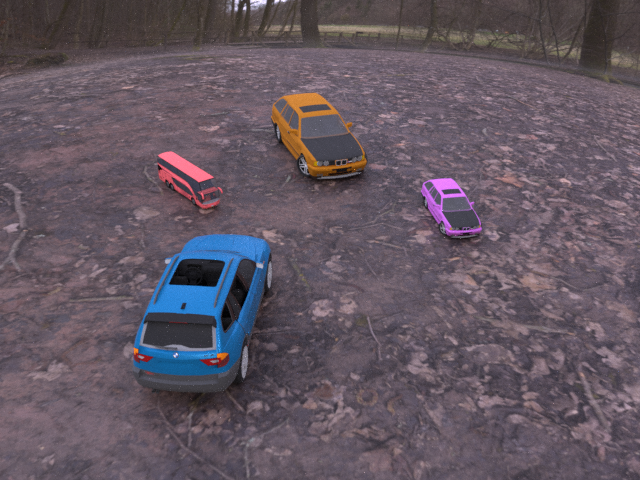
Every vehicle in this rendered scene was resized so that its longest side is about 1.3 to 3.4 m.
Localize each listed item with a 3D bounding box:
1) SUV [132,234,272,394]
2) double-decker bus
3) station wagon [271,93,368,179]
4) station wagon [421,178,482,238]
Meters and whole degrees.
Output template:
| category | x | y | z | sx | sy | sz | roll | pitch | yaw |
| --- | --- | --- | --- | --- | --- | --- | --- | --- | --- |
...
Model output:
| category | x | y | z | sx | sy | sz | roll | pitch | yaw |
| --- | --- | --- | --- | --- | --- | --- | --- | --- | --- |
| SUV | -1.379 | 0.661 | 8.707 | 1.276 | 1.128 | 3.058 | 3 | 30 | 5 |
| double-decker bus | -2.321 | -1.051 | 12.318 | 0.389 | 0.541 | 1.672 | -22 | 36 | -33 |
| station wagon | -0.077 | -2.163 | 13.893 | 1.327 | 0.920 | 3.105 | -9 | 31 | -16 |
| station wagon | 2.158 | -0.576 | 11.549 | 0.682 | 0.473 | 1.597 | -4 | 30 | -8 |
